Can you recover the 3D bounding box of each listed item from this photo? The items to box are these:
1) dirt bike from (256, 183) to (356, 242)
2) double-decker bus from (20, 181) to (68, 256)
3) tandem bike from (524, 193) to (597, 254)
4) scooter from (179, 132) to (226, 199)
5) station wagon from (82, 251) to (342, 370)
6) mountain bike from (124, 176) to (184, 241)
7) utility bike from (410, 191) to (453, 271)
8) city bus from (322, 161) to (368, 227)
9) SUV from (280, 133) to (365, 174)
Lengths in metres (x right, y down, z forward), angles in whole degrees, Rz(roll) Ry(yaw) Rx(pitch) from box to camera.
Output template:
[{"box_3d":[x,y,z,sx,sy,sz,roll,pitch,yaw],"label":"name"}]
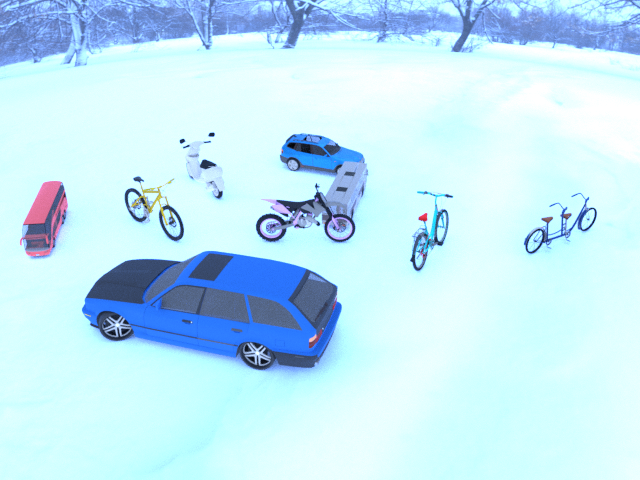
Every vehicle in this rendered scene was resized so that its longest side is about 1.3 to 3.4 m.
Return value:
[{"box_3d":[-0.215,-0.353,10.376,1.493,0.857,0.527,1,29,1],"label":"dirt bike"},{"box_3d":[-4.177,-0.333,10.665,0.389,0.541,1.672,-4,29,-7],"label":"double-decker bus"},{"box_3d":[3.612,-0.269,10.405,1.642,0.682,0.283,-18,34,-29],"label":"tandem bike"},{"box_3d":[-2.007,-1.313,12.044,0.662,0.919,1.399,-18,34,-29],"label":"scooter"},{"box_3d":[-1.336,0.690,8.429,3.105,0.920,1.327,8,30,15],"label":"station wagon"},{"box_3d":[-2.568,-0.535,10.693,1.469,0.868,0.573,24,37,36],"label":"mountain bike"},{"box_3d":[1.545,-0.193,9.995,0.535,0.946,1.435,15,32,25],"label":"utility bike"},{"box_3d":[0.424,-0.757,11.515,0.476,0.460,1.674,7,30,12],"label":"city bus"},{"box_3d":[0.039,-1.578,12.871,1.572,0.580,0.656,11,31,18],"label":"SUV"}]
